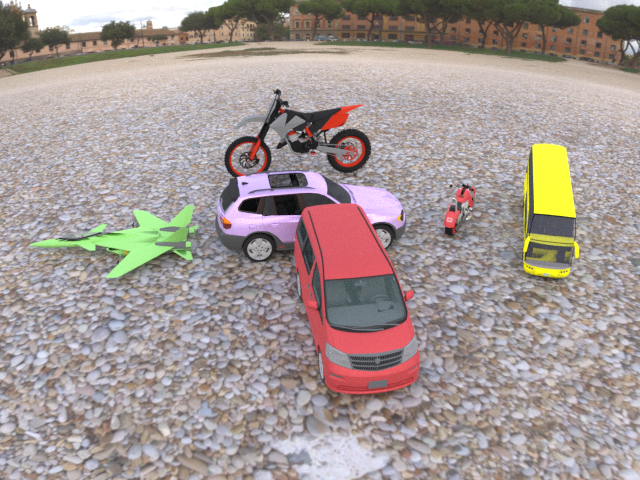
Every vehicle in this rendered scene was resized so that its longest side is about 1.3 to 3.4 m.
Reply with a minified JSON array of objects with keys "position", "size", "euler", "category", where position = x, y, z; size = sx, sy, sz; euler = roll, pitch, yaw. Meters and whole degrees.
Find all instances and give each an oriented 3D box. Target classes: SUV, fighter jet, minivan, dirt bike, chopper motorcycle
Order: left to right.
[{"position":[-3.298,-0.098,11.088],"size":[2.640,0.557,2.229],"euler":[-1,29,-3],"category":"fighter jet"},{"position":[-0.400,-1.968,13.368],"size":[2.903,1.666,1.024],"euler":[-7,29,-12],"category":"dirt bike"},{"position":[-0.148,-0.489,11.209],"size":[3.058,1.128,1.276],"euler":[-4,29,-8],"category":"SUV"},{"position":[0.395,0.646,9.046],"size":[1.324,1.197,3.011],"euler":[-5,29,-9],"category":"minivan"},{"position":[2.405,-0.643,11.877],"size":[0.466,0.761,1.563],"euler":[12,31,22],"category":"chopper motorcycle"}]

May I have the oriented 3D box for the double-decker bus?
[{"position":[3.690,-0.530,11.364],"size":[0.756,1.052,3.251],"euler":[7,29,13],"category":"double-decker bus"}]
